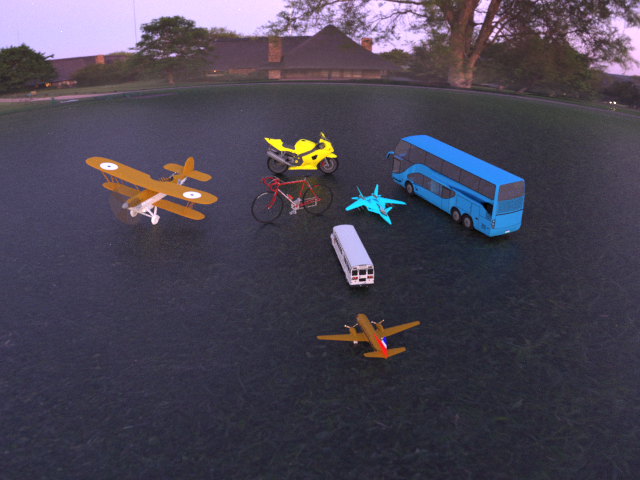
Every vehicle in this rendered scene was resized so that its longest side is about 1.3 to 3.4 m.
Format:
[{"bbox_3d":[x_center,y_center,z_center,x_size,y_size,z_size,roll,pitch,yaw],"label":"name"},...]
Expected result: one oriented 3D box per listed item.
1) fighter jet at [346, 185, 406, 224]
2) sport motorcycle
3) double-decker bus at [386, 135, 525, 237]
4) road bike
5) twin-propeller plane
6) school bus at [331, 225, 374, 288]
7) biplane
[{"bbox_3d":[1.055,-0.635,12.705,1.147,0.286,1.358,-7,26,-14],"label":"fighter jet"},{"bbox_3d":[-0.371,-1.757,14.441,1.520,0.821,0.506,0,25,0],"label":"sport motorcycle"},{"bbox_3d":[2.384,-1.079,12.748,0.756,1.052,3.251,-12,28,-24],"label":"double-decker bus"},{"bbox_3d":[-0.476,-0.765,12.319,1.545,0.852,0.358,-10,27,-21],"label":"road bike"},{"bbox_3d":[0.652,1.154,8.800,1.370,0.407,1.095,-7,26,-14],"label":"twin-propeller plane"},{"bbox_3d":[0.469,0.193,10.790,0.365,0.434,1.708,-4,26,-9],"label":"school bus"},{"bbox_3d":[-2.807,-0.917,12.488,2.598,0.981,2.120,11,28,22],"label":"biplane"}]
